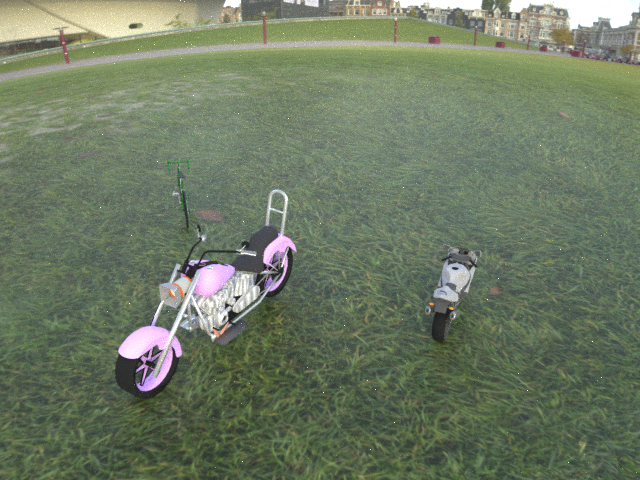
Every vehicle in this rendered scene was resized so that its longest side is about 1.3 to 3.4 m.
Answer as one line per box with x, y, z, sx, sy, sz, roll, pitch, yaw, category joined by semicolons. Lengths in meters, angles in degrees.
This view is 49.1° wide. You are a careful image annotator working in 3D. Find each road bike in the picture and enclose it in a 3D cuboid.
-2.258;-0.819;11.472;0.358;0.852;1.545;-7;30;-13;road bike

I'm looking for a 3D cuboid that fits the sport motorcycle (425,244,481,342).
1.682;0.635;8.889;0.506;0.821;1.520;11;31;19;sport motorcycle

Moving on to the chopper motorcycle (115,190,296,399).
-1.266;0.559;8.347;0.906;1.480;3.040;17;34;28;chopper motorcycle
